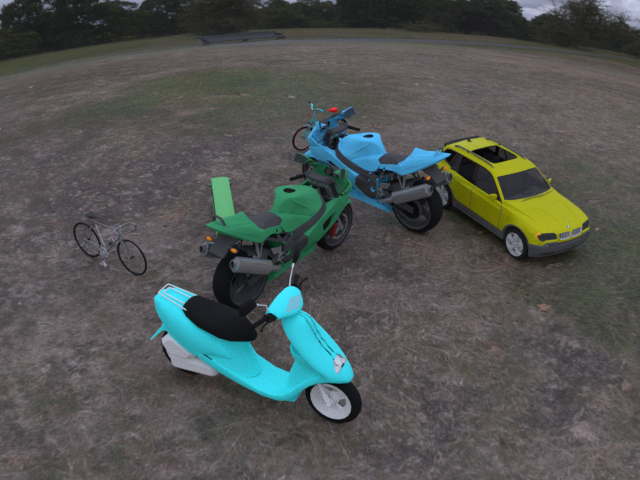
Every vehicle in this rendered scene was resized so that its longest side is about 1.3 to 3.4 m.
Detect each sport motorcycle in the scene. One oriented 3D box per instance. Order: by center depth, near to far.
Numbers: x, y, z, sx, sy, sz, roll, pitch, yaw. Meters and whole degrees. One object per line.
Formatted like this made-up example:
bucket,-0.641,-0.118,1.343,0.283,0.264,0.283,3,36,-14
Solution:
sport motorcycle,-0.466,-0.162,10.046,0.983,1.596,2.955,23,38,33
sport motorcycle,0.839,-1.176,11.747,2.955,1.596,0.983,23,38,33

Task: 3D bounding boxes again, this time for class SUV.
SUV,3.052,-0.798,11.570,1.276,1.128,3.058,-15,34,-23

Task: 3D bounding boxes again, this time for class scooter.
scooter,-0.783,1.046,7.835,2.721,1.786,1.288,13,33,21

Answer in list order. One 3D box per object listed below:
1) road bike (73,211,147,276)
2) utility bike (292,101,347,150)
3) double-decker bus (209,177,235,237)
road bike,-3.174,0.019,10.470,1.545,0.852,0.358,18,35,27
utility bike,0.058,-2.353,14.355,1.435,0.946,0.535,-20,36,-29
double-decker bus,-1.615,-0.536,11.704,0.389,0.541,1.672,-6,31,-9
